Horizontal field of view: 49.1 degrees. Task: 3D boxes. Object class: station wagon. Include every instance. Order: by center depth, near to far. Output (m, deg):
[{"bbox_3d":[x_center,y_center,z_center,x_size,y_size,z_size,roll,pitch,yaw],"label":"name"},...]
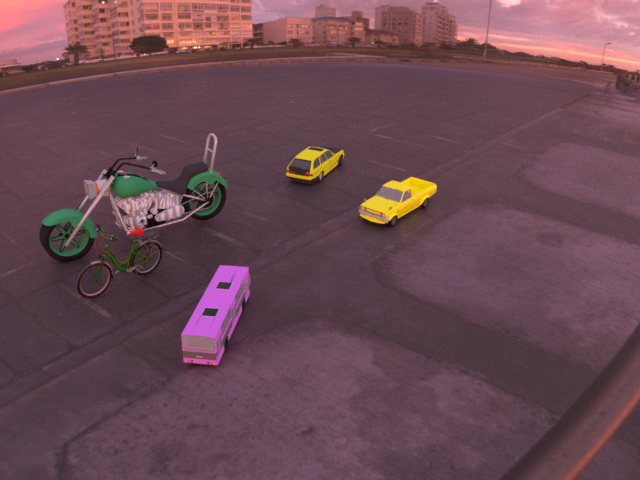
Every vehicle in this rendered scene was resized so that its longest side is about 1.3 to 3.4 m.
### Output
[{"bbox_3d":[-0.062,-1.564,13.657,0.682,0.473,1.597,12,30,22],"label":"station wagon"}]

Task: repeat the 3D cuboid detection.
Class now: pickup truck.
[{"bbox_3d":[1.356,-0.733,11.997,0.640,0.511,1.603,21,34,35],"label":"pickup truck"}]

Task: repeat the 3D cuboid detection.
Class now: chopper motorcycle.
[{"bbox_3d":[-2.828,-0.689,10.850,3.040,1.480,0.906,-18,32,-31],"label":"chopper motorcycle"}]

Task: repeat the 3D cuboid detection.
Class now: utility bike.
[{"bbox_3d":[-2.710,0.228,9.648,0.535,0.946,1.435,22,35,37],"label":"utility bike"}]

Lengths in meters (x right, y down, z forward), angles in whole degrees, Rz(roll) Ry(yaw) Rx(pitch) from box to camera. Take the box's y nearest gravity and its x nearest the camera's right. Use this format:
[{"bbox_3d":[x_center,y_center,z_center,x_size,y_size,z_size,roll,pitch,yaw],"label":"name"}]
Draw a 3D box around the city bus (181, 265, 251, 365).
[{"bbox_3d":[-1.274,0.927,8.818,0.476,0.460,1.674,4,27,7],"label":"city bus"}]
